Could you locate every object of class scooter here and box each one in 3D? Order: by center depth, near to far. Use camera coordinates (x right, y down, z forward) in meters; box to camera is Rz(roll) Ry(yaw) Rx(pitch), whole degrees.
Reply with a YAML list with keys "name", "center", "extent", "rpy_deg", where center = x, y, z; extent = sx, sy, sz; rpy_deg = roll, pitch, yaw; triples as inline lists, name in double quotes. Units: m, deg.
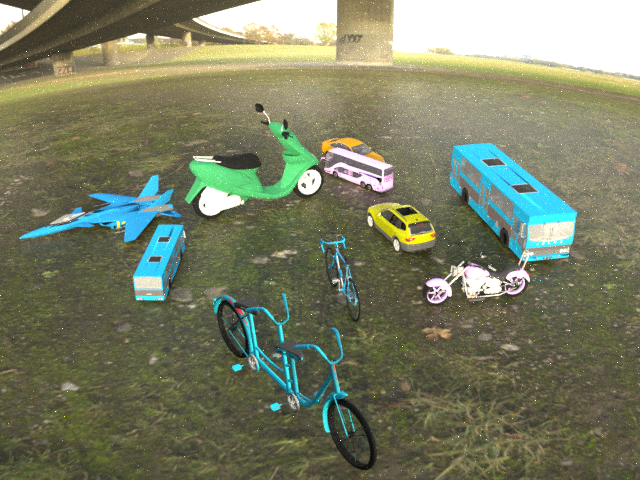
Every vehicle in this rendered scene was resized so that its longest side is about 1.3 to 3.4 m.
- name: "scooter"
  center: [-1.128, -1.389, 12.544]
  extent: [2.721, 1.786, 1.288]
  rpy_deg: [-14, 31, -25]

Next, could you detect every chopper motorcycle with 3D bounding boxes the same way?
- name: "chopper motorcycle"
  center: [2.238, 0.533, 9.953]
  extent: [1.563, 0.761, 0.466]
  rpy_deg: [-4, 28, -8]

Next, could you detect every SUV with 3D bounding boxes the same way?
- name: "SUV"
  center: [1.352, -0.309, 11.773]
  extent: [0.656, 0.580, 1.572]
  rpy_deg: [-11, 29, -20]

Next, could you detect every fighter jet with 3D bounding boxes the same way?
- name: "fighter jet"
  center: [-3.870, -0.496, 12.159]
  extent: [2.640, 0.557, 2.229]
  rpy_deg: [-16, 31, -28]

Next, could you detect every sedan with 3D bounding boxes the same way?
- name: "sedan"
  center: [0.702, -1.853, 14.853]
  extent: [0.635, 0.483, 1.613]
  rpy_deg: [-22, 34, -36]

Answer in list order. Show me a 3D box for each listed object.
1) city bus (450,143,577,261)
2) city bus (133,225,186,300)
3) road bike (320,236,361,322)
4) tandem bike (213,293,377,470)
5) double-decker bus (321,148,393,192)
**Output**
- name: "city bus"
  center: [3.232, -0.717, 12.218]
  extent: [0.926, 0.894, 3.255]
  rpy_deg: [-5, 28, -10]
- name: "city bus"
  center: [-2.414, 0.336, 10.659]
  extent: [0.476, 0.460, 1.674]
  rpy_deg: [0, 27, 1]
- name: "road bike"
  center: [0.314, 0.501, 9.916]
  extent: [0.358, 0.852, 1.545]
  rpy_deg: [-8, 28, -15]
- name: "tandem bike"
  center: [-0.402, 1.294, 7.874]
  extent: [0.550, 1.326, 3.192]
  rpy_deg: [-19, 33, -32]
- name: "double-decker bus"
  center: [0.735, -1.412, 13.941]
  extent: [0.389, 0.541, 1.672]
  rpy_deg: [-24, 36, -39]
